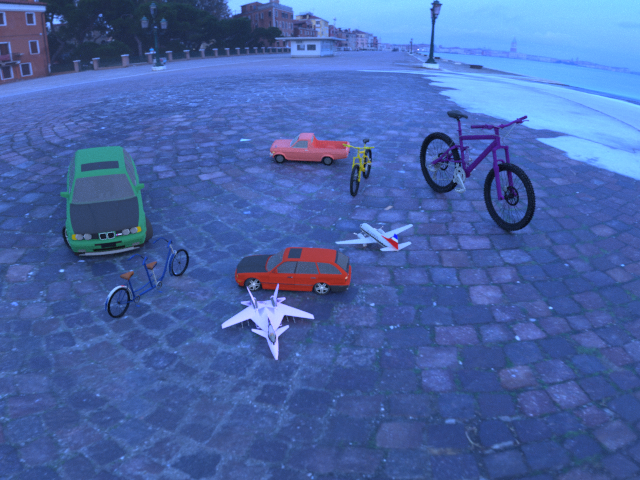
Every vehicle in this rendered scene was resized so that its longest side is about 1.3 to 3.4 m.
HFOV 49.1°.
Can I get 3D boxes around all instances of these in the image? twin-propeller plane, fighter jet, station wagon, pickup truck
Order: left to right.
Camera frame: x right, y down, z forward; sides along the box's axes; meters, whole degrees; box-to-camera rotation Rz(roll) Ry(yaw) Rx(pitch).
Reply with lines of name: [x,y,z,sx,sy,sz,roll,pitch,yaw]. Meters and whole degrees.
station wagon: [-3.520,-0.760,11.397,1.327,0.920,3.105,-8,28,-15]
fighter jet: [-0.623,0.998,8.589,1.147,0.286,1.358,-5,27,-10]
station wagon: [-0.372,0.382,9.612,1.597,0.473,0.682,2,27,5]
pickup truck: [-0.203,-1.851,14.036,1.603,0.511,0.640,3,27,6]
twin-propeller plane: [0.888,-0.085,10.619,1.370,0.407,1.095,-13,29,-25]

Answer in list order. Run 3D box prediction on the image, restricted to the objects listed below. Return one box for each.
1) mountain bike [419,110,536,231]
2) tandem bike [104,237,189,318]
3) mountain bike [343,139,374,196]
mountain bike: [2.547,-1.292,11.603,1.114,1.688,2.857,-14,30,-25]
tandem bike: [-2.268,0.439,9.265,0.283,0.682,1.642,14,30,25]
mountain bike: [0.751,-1.382,12.700,0.573,0.868,1.469,8,28,15]
